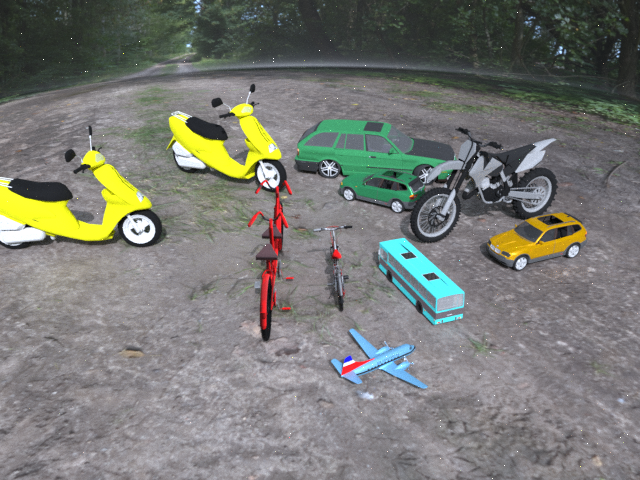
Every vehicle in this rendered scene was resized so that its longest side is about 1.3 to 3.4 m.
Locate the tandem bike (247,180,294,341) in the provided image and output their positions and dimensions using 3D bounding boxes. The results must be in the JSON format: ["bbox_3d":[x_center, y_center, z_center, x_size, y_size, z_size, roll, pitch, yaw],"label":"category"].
[{"bbox_3d":[-0.645,0.092,9.509,0.550,1.326,3.192,0,27,1],"label":"tandem bike"}]

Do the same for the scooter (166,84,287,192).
[{"bbox_3d":[-1.790,-1.924,12.987,2.721,1.786,1.288,14,30,26],"label":"scooter"}]

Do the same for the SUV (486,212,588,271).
[{"bbox_3d":[3.281,-0.022,10.561,1.572,0.580,0.656,-11,29,-21],"label":"SUV"}]

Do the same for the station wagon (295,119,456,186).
[{"bbox_3d":[1.104,-1.774,13.651,3.105,0.920,1.327,5,27,11],"label":"station wagon"}]

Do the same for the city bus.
[{"bbox_3d":[1.343,0.550,9.562,0.476,0.460,1.674,-10,28,-19],"label":"city bus"}]

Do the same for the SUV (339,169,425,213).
[{"bbox_3d":[1.106,-0.945,12.388,1.572,0.580,0.656,16,31,29],"label":"SUV"}]

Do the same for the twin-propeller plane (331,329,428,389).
[{"bbox_3d":[0.687,1.349,8.040,1.095,0.407,1.370,-17,31,-30],"label":"twin-propeller plane"}]

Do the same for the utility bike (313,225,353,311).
[{"bbox_3d":[0.186,0.312,9.495,0.535,0.946,1.435,-1,27,-3],"label":"utility bike"}]

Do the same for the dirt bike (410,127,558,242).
[{"bbox_3d":[2.698,-0.908,11.110,2.903,1.666,1.024,-13,29,-23],"label":"dirt bike"}]

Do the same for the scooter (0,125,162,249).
[{"bbox_3d":[-3.802,-0.679,10.524,2.721,1.786,1.288,-1,27,-2],"label":"scooter"}]
